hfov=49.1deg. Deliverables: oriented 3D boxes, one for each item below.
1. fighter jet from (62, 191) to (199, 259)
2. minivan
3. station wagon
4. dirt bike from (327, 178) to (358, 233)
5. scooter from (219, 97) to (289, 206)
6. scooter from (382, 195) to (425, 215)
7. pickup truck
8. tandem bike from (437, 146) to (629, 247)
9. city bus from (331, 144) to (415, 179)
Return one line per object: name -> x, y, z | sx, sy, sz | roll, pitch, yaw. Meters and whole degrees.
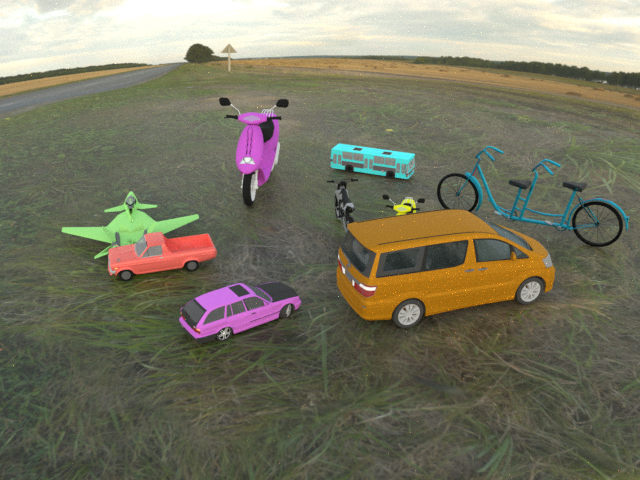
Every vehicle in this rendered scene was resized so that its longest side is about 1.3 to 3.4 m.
fighter jet -> -3.207, -0.498, 11.859 | 2.229, 0.557, 2.640 | -6, 27, -13
minivan -> 1.767, 0.263, 9.557 | 3.011, 1.197, 1.324 | -8, 27, -17
station wagon -> -1.016, 0.851, 9.172 | 1.597, 0.473, 0.682 | -17, 30, -31
dirt bike -> 0.399, -0.542, 11.608 | 0.527, 0.857, 1.493 | -4, 26, -8
scooter -> -1.171, -1.898, 13.339 | 1.288, 1.786, 2.721 | 3, 26, 5
scooter -> 1.325, -0.323, 11.083 | 0.662, 0.919, 1.399 | 6, 27, 13
pickup truck -> -2.377, 0.177, 10.520 | 1.603, 0.511, 0.640 | -8, 27, -17
tandem bike -> 3.424, -0.758, 11.515 | 3.192, 1.326, 0.550 | 15, 30, 28
city bus -> 1.062, -1.582, 14.208 | 1.674, 0.460, 0.476 | 11, 28, 21
